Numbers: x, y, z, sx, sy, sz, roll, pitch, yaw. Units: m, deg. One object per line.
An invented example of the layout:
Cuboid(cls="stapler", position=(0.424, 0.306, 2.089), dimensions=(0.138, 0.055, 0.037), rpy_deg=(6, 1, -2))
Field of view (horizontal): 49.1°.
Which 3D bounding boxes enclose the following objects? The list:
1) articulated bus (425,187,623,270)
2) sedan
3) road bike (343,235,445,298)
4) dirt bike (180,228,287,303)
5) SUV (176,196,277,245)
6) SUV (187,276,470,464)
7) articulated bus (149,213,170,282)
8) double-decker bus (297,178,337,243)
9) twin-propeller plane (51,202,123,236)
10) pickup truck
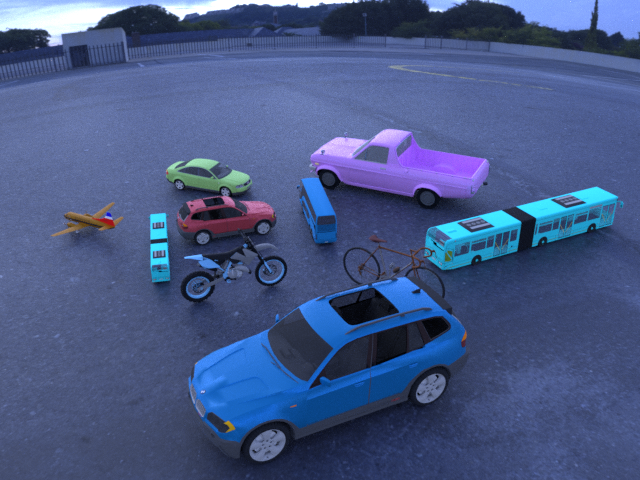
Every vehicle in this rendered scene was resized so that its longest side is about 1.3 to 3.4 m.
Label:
Cuboid(cls="articulated bus", position=(3.162, -0.207, 10.737), dimensions=(3.401, 0.561, 0.605), rpy_deg=(-13, 31, -23))
Cuboid(cls="sedan", position=(-2.001, -1.167, 12.622), dimensions=(1.613, 0.483, 0.635), rpy_deg=(10, 30, 18))
Cuboid(cls="road bike", position=(0.966, 0.379, 9.330), dimensions=(1.545, 0.852, 0.358), rpy_deg=(17, 33, 29))
Cuboid(cls="dirt bike", position=(-1.148, 0.350, 9.378), dimensions=(1.493, 0.857, 0.527), rpy_deg=(-11, 30, -20))
Cuboid(cls="SUV", position=(-1.474, -0.381, 11.045), dimensions=(1.572, 0.580, 0.656), rpy_deg=(-10, 30, -18))
Cuboid(cls="SUV", position=(0.123, 1.233, 7.432), dimensions=(3.058, 1.128, 1.276), rpy_deg=(-13, 31, -23))
Cuboid(cls="articulated bus", position=(-2.398, 0.085, 10.480), dimensions=(0.311, 0.289, 1.749), rpy_deg=(-6, 29, -11))
Cuboid(cls="double-decker bus", position=(-0.052, -0.515, 11.337), dimensions=(0.389, 0.541, 1.672), rpy_deg=(-5, 28, -9))
Cuboid(cls="twin-propeller plane", position=(-3.692, -0.348, 11.166), dimensions=(1.095, 0.407, 1.370), rpy_deg=(14, 31, 24))
Cuboid(cls="pickup truck", position=(1.384, -1.369, 12.459), dimensions=(3.117, 0.993, 1.244), rpy_deg=(13, 31, 23))
